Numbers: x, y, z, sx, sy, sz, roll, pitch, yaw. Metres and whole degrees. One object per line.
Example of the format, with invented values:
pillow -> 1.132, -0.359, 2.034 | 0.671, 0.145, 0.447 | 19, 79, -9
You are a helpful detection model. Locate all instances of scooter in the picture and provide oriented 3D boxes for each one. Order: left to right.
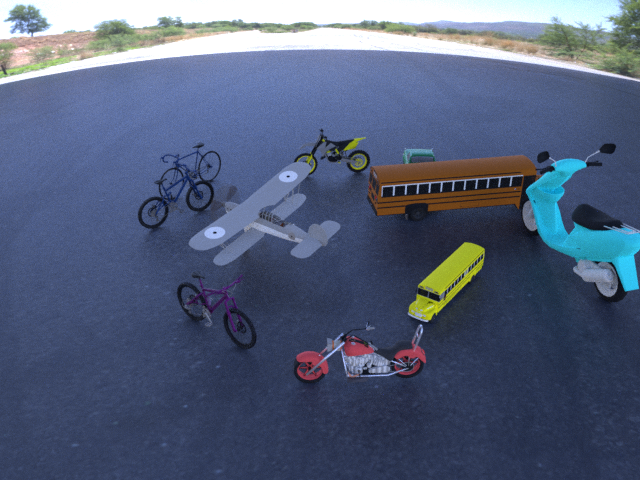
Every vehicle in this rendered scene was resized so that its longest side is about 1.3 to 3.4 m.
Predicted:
scooter -> 3.762, -0.394, 10.178 | 1.288, 1.786, 2.721 | -8, 31, -14

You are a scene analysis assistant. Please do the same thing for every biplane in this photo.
biplane -> -0.759, -0.230, 10.699 | 2.120, 0.981, 2.598 | 20, 36, 31

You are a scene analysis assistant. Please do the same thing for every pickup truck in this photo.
pickup truck -> 1.906, -1.372, 13.149 | 0.640, 0.511, 1.603 | 1, 30, 2

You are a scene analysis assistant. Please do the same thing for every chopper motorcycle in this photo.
chopper motorcycle -> 0.470, 1.333, 8.211 | 1.563, 0.761, 0.466 | -1, 30, -2

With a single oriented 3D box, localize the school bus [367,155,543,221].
school bus -> 2.506, -0.923, 12.036 | 3.322, 0.844, 0.709 | -5, 30, -9

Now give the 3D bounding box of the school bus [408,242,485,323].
school bus -> 1.789, 0.584, 9.836 | 0.365, 0.434, 1.708 | 20, 35, 31

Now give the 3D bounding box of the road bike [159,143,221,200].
road bike -> -2.343, -1.292, 12.669 | 0.358, 0.852, 1.545 | 21, 36, 31

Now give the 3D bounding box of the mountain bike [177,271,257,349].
mountain bike -> -1.356, 0.835, 8.967 | 1.469, 0.868, 0.573 | 23, 37, 34

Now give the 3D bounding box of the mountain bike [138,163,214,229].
mountain bike -> -2.395, -0.734, 11.685 | 1.469, 0.868, 0.573 | -24, 38, -36

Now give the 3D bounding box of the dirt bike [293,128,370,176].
dirt bike -> 0.230, -1.634, 13.257 | 1.493, 0.857, 0.527 | -5, 30, -9
